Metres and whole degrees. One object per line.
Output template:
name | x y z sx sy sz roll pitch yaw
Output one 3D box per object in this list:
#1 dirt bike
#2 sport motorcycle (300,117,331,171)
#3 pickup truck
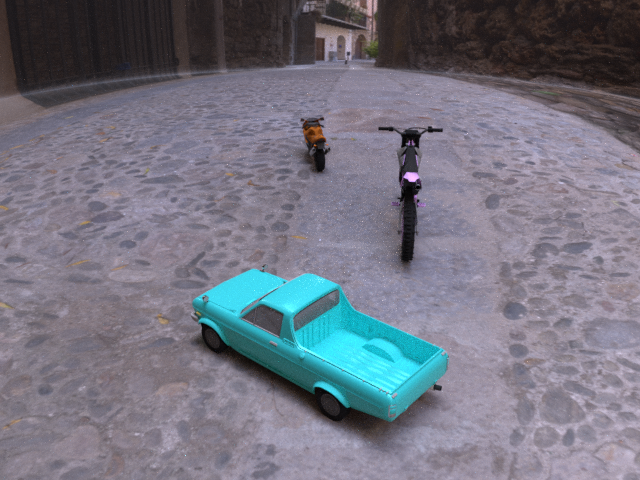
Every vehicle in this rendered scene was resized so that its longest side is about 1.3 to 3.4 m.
dirt bike | 1.412 -0.917 11.228 1.024 1.666 2.903 3 27 5
sport motorcycle | -0.092 -1.988 14.294 0.506 0.821 1.520 -5 27 -9
pickup truck | -0.103 1.047 8.079 3.117 0.993 1.244 21 33 35
